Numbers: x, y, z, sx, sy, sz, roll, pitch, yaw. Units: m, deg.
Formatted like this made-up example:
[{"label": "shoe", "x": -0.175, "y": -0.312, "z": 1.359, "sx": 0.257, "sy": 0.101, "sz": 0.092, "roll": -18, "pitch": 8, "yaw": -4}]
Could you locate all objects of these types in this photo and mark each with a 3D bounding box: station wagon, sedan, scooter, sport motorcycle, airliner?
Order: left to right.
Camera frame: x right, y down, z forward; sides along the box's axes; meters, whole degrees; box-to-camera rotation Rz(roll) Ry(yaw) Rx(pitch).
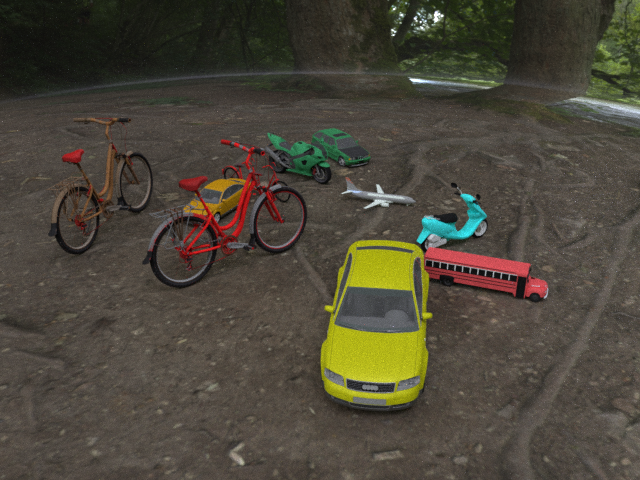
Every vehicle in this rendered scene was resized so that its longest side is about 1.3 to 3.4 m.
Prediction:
[{"label": "sedan", "x": -1.769, "y": -0.722, "z": 12.123, "sx": 0.635, "sy": 0.483, "sz": 1.613, "roll": 12, "pitch": 28, "yaw": 24}, {"label": "sport motorcycle", "x": -0.408, "y": -1.591, "z": 13.531, "sx": 1.520, "sy": 0.821, "sz": 0.506, "roll": 17, "pitch": 31, "yaw": 32}, {"label": "station wagon", "x": 0.433, "y": -1.979, "z": 14.730, "sx": 0.682, "sy": 0.473, "sz": 1.597, "roll": -14, "pitch": 29, "yaw": -27}, {"label": "sedan", "x": 0.719, "y": 0.805, "z": 8.445, "sx": 1.235, "sy": 0.940, "sz": 3.137, "roll": 3, "pitch": 26, "yaw": 7}, {"label": "airliner", "x": 1.063, "y": -0.858, "z": 12.465, "sx": 1.307, "sy": 0.429, "sz": 1.161, "roll": 7, "pitch": 27, "yaw": 14}, {"label": "scooter", "x": 2.094, "y": -0.338, "z": 10.830, "sx": 1.399, "sy": 0.919, "sz": 0.662, "roll": -15, "pitch": 29, "yaw": -28}]

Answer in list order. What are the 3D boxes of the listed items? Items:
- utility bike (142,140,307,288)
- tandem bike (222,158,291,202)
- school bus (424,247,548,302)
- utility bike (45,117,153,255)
[{"label": "utility bike", "x": -1.351, "y": -0.450, "z": 10.005, "sx": 2.791, "sy": 1.839, "sz": 1.039, "roll": -20, "pitch": 32, "yaw": -35}, {"label": "tandem bike", "x": -1.183, "y": -1.151, "z": 12.782, "sx": 1.642, "sy": 0.682, "sz": 0.283, "roll": 18, "pitch": 31, "yaw": 32}, {"label": "school bus", "x": 2.294, "y": 0.467, "z": 9.722, "sx": 1.708, "sy": 0.434, "sz": 0.365, "roll": 10, "pitch": 27, "yaw": 19}, {"label": "utility bike", "x": -3.547, "y": -0.992, "z": 11.124, "sx": 1.039, "sy": 1.839, "sz": 2.791, "roll": 8, "pitch": 27, "yaw": 16}]
